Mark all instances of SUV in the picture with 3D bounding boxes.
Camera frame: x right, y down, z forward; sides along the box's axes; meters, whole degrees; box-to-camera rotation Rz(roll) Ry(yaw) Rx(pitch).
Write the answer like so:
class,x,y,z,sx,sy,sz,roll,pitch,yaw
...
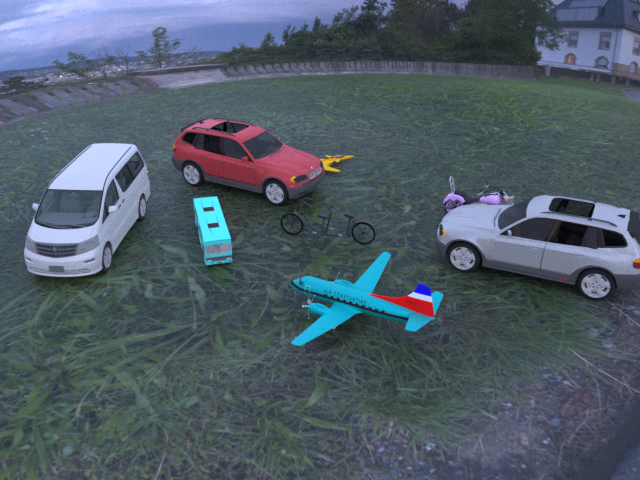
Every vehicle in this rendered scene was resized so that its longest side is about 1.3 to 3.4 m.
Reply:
class,x,y,z,sx,sy,sz,roll,pitch,yaw
SUV,3.275,-0.066,10.381,3.058,1.128,1.276,12,29,22
SUV,-1.394,-1.579,13.333,3.058,1.128,1.276,14,30,25

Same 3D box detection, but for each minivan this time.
class,x,y,z,sx,sy,sz,roll,pitch,yaw
minivan,-3.681,-0.544,11.240,1.324,1.197,3.011,2,27,3

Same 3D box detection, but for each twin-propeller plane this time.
class,x,y,z,sx,sy,sz,roll,pitch,yaw
twin-propeller plane,0.513,0.708,9.240,2.129,0.792,2.663,14,30,26

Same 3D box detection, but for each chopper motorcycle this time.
class,x,y,z,sx,sy,sz,roll,pitch,yaw
chopper motorcycle,2.854,-0.601,11.829,1.563,0.761,0.466,13,30,23

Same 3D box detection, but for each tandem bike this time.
class,x,y,z,sx,sy,sz,roll,pitch,yaw
tandem bike,0.133,-0.306,11.339,1.642,0.682,0.283,7,28,14

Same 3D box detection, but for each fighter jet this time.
class,x,y,z,sx,sy,sz,roll,pitch,yaw
fighter jet,0.155,-1.683,14.461,1.358,0.286,1.147,-17,32,-29

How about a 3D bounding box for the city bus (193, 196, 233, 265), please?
class,x,y,z,sx,sy,sz,roll,pitch,yaw
city bus,-1.743,-0.158,11.295,0.476,0.460,1.674,-7,28,-13
